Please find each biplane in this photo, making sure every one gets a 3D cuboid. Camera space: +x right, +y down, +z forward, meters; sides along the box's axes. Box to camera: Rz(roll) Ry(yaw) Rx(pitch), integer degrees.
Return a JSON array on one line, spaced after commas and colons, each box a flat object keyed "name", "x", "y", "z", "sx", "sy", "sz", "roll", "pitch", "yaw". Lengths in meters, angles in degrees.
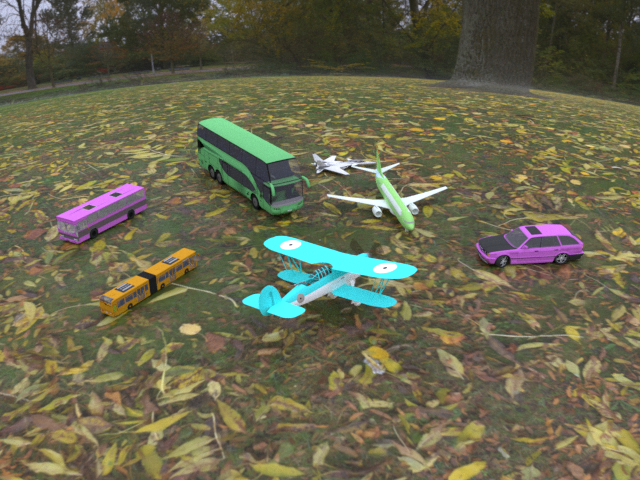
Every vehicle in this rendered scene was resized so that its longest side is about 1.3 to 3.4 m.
[{"name": "biplane", "x": -0.030, "y": 0.558, "z": 9.300, "sx": 2.598, "sy": 0.981, "sz": 2.120, "roll": 23, "pitch": 34, "yaw": 38}]

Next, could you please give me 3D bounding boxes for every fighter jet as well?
[{"name": "fighter jet", "x": 0.528, "y": -1.637, "z": 14.568, "sx": 1.358, "sy": 0.286, "sz": 1.147, "roll": -6, "pitch": 27, "yaw": -12}]

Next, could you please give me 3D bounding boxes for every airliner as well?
[{"name": "airliner", "x": 1.294, "y": -0.934, "z": 12.510, "sx": 2.257, "sy": 0.835, "sz": 2.541, "roll": -4, "pitch": 26, "yaw": -9}]

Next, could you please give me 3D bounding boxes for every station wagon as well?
[{"name": "station wagon", "x": 3.254, "y": 0.058, "z": 10.896, "sx": 1.597, "sy": 0.473, "sz": 0.682, "roll": -3, "pitch": 26, "yaw": -6}]

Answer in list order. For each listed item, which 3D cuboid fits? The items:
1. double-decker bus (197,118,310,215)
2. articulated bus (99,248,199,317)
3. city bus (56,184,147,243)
[{"name": "double-decker bus", "x": -1.371, "y": -1.424, "z": 13.263, "sx": 0.756, "sy": 1.052, "sz": 3.251, "roll": -16, "pitch": 30, "yaw": -30}, {"name": "articulated bus", "x": -2.413, "y": 0.579, "z": 10.044, "sx": 0.311, "sy": 0.289, "sz": 1.749, "roll": 15, "pitch": 30, "yaw": 28}, {"name": "city bus", "x": -3.688, "y": -0.454, "z": 11.956, "sx": 0.476, "sy": 0.460, "sz": 1.674, "roll": 14, "pitch": 29, "yaw": 26}]
